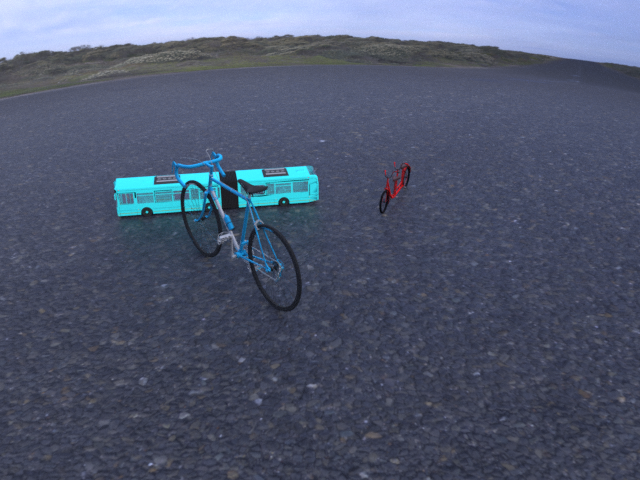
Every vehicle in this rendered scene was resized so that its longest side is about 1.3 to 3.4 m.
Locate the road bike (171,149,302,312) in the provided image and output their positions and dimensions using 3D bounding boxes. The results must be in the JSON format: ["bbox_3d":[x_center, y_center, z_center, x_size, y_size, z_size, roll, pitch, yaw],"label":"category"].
[{"bbox_3d":[-1.156,-0.195,9.384,0.697,1.656,3.004,-20,33,-33],"label":"road bike"}]

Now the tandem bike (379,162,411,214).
[{"bbox_3d":[1.313,-1.011,12.061,0.283,0.682,1.642,11,29,21],"label":"tandem bike"}]

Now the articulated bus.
[{"bbox_3d":[-1.738,-0.837,11.851,3.401,0.561,0.605,-5,27,-9],"label":"articulated bus"}]
